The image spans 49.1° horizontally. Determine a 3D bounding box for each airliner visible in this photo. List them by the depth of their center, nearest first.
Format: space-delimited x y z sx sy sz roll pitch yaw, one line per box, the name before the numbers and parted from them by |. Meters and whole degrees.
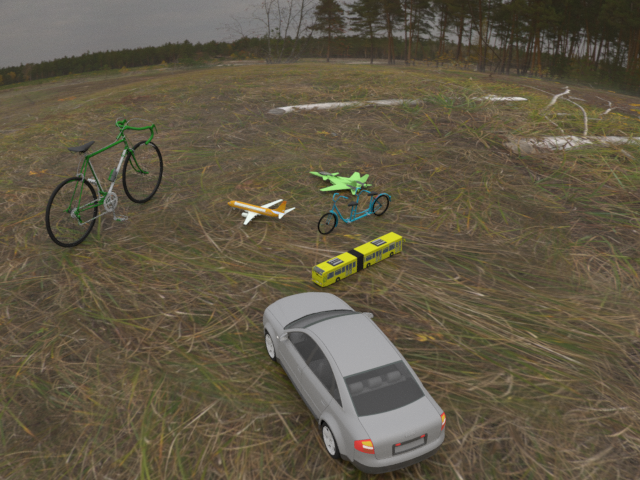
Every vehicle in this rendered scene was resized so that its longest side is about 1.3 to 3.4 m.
airliner | -1.118 -0.623 12.407 1.307 0.429 1.161 15 32 26

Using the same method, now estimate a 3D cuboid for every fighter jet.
fighter jet | 0.308 -1.245 13.724 1.358 0.286 1.147 21 35 34

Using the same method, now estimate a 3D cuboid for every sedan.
sedan | 0.260 1.378 8.117 1.235 0.940 3.137 -12 30 -21

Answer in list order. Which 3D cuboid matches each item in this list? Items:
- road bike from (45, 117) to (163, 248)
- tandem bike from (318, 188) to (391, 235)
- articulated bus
road bike | -3.608 -1.060 11.924 0.696 1.656 3.004 12 30 21
tandem bike | 0.614 -0.572 12.043 1.642 0.682 0.283 -20 34 -32
articulated bus | 0.612 0.287 10.852 1.749 0.289 0.311 -23 35 -36
